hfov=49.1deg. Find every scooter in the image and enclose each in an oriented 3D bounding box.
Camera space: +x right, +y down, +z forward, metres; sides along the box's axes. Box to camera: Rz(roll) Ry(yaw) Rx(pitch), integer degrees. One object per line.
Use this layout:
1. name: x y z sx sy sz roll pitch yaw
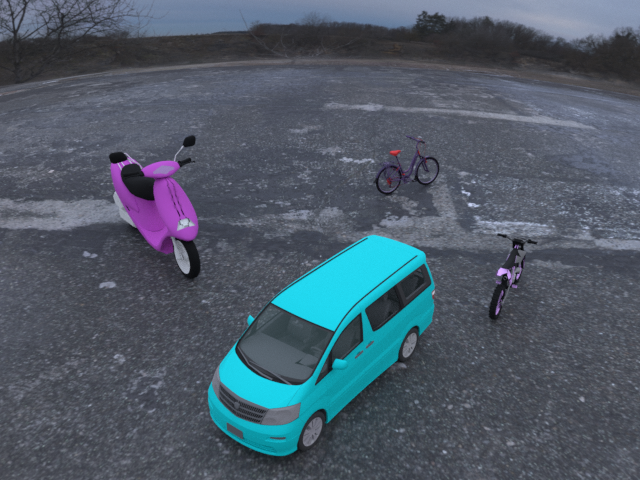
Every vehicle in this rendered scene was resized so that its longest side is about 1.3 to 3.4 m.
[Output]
1. scooter: -2.483 -0.661 10.327 1.288 1.786 2.721 -19 33 -31

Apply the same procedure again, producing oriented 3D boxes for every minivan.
1. minivan: 0.096 1.043 7.757 1.324 1.197 3.011 20 34 33

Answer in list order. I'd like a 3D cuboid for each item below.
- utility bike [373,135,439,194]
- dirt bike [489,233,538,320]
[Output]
1. utility bike: 1.538 -1.360 12.533 1.435 0.946 0.535 -14 31 -25
2. dirt bike: 2.522 0.411 9.305 0.527 0.857 1.493 15 31 25
